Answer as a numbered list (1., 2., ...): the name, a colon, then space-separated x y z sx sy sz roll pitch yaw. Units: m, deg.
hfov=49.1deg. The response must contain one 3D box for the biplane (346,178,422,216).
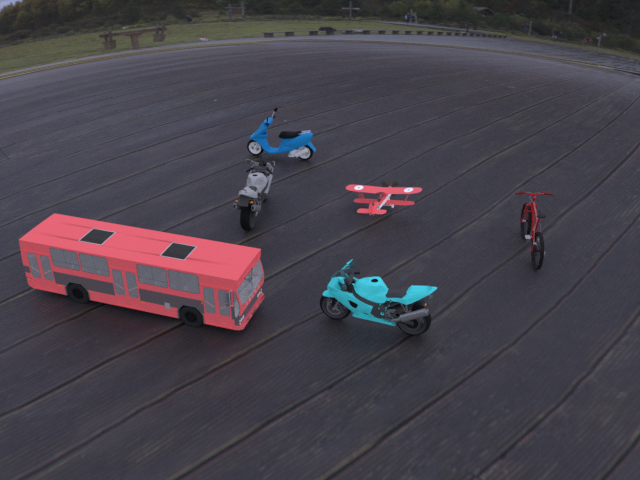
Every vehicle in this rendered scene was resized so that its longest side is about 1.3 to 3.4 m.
1. biplane: 0.997 -0.665 11.746 1.336 0.504 1.090 13 33 20

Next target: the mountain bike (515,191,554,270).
1. mountain bike: 3.240 -0.207 10.626 0.573 0.868 1.469 2 31 3

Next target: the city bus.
1. city bus: -2.416 0.434 9.529 3.255 0.894 0.926 9 32 15

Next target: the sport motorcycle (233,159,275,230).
1. sport motorcycle: -1.074 -0.789 11.646 0.506 0.821 1.520 5 31 9

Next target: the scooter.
1. scooter: -0.764 -2.025 13.617 1.399 0.919 0.662 7 32 11

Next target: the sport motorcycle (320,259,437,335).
1. sport motorcycle: 0.723 0.781 9.019 1.520 0.821 0.506 9 32 15
